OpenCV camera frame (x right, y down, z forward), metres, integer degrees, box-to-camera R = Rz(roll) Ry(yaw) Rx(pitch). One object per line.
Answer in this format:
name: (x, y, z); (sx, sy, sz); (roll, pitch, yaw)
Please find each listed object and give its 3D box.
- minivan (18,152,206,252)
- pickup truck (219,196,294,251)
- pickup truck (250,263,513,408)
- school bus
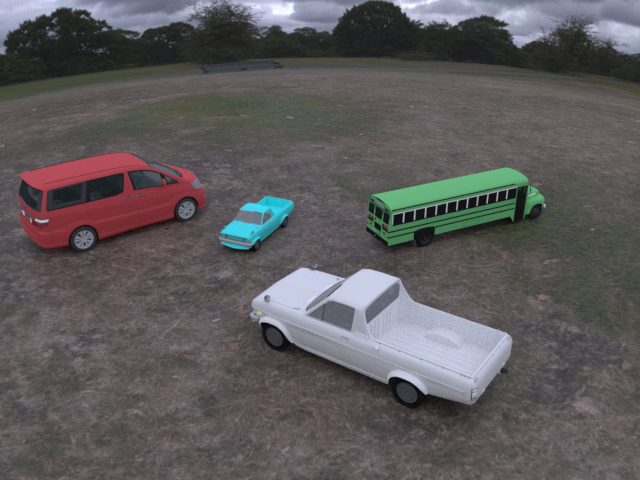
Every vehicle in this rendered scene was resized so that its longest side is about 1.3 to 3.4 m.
minivan: (-3.402, -0.785, 11.710); (3.011, 1.197, 1.324); (-20, 33, -34)
pickup truck: (-1.025, -0.344, 11.596); (0.640, 0.511, 1.603); (12, 29, 22)
pickup truck: (0.656, 1.003, 8.373); (3.117, 0.993, 1.244); (17, 31, 31)
school bus: (2.374, -0.588, 11.709); (3.322, 0.844, 0.709); (-13, 29, -24)
